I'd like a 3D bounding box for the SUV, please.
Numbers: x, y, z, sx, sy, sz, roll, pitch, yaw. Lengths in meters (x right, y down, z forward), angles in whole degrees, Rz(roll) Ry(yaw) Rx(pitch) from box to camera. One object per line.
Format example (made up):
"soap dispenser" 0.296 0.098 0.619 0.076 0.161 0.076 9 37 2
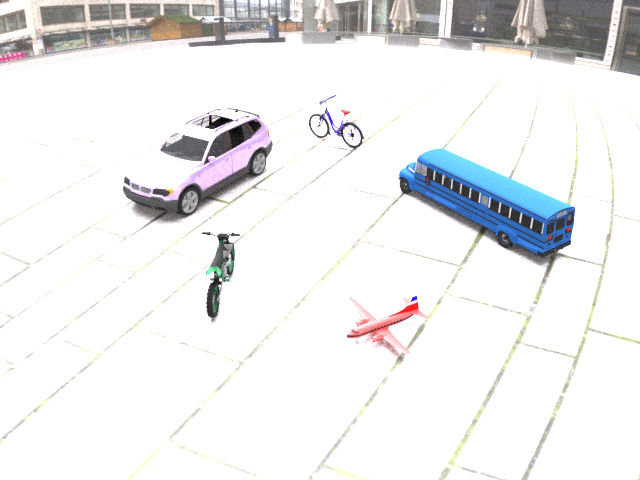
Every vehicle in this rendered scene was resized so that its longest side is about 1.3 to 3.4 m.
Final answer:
"SUV" -2.102 -1.480 12.386 1.276 1.128 3.058 18 34 28

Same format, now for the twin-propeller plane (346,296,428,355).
"twin-propeller plane" 0.801 0.997 8.790 1.095 0.407 1.370 -15 33 -25

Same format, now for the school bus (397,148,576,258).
"school bus" 2.534 -0.729 11.363 0.709 0.844 3.322 -19 35 -30

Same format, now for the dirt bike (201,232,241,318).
"dirt bike" -1.347 0.354 9.460 0.527 0.857 1.493 3 30 5

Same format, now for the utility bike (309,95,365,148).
"utility bike" 0.295 -2.379 14.139 1.435 0.946 0.535 21 36 32
